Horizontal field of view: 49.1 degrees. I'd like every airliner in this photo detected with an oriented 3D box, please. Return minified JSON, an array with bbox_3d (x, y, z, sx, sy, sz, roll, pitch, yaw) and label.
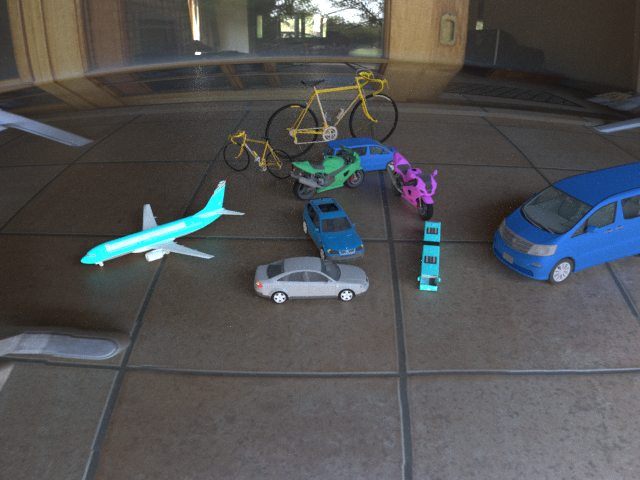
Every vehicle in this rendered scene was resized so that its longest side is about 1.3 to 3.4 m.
[{"bbox_3d":[-2.508,-0.253,10.883,2.541,0.835,2.257,-20,34,-32],"label":"airliner"}]

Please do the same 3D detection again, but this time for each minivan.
[{"bbox_3d":[4.097,-0.320,10.626,3.011,1.197,1.324,-13,31,-22],"label":"minivan"},{"bbox_3d":[0.843,-1.676,13.770,1.548,0.616,0.681,-9,29,-16],"label":"minivan"}]

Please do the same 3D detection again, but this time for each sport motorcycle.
[{"bbox_3d":[0.164,-1.209,12.682,1.520,0.821,0.506,-15,32,-26],"label":"sport motorcycle"},{"bbox_3d":[1.606,-0.953,12.204,0.506,0.821,1.520,-9,30,-17],"label":"sport motorcycle"}]

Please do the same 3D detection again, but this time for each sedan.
[{"bbox_3d":[-0.119,0.520,9.814,1.613,0.483,0.635,-1,28,-3],"label":"sedan"}]

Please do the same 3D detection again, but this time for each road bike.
[{"bbox_3d":[0.292,-2.580,14.355,3.004,1.656,0.696,-11,30,-20],"label":"road bike"},{"bbox_3d":[-1.200,-1.647,13.466,1.545,0.852,0.358,12,30,21],"label":"road bike"}]

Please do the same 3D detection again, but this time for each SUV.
[{"bbox_3d":[0.183,-0.186,11.028,0.656,0.580,1.572,-8,29,-15],"label":"SUV"}]

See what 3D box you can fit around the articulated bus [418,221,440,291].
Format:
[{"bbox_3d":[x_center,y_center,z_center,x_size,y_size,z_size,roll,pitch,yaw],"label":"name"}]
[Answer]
[{"bbox_3d":[1.674,0.212,10.594,0.311,0.289,1.749,5,29,9],"label":"articulated bus"}]
